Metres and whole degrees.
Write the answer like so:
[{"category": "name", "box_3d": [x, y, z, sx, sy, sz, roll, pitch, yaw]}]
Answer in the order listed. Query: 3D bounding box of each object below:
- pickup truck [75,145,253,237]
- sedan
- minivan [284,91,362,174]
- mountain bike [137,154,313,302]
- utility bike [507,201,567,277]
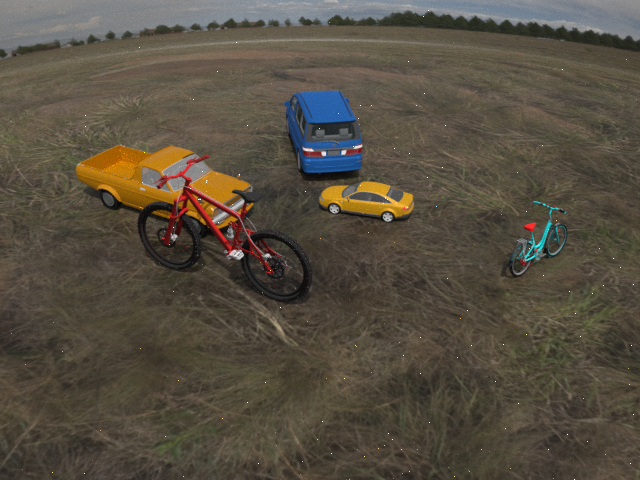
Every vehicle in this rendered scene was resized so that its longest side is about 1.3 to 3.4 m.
[{"category": "pickup truck", "box_3d": [-2.653, -1.009, 11.816, 3.117, 0.993, 1.244, 17, 35, 26]}, {"category": "sedan", "box_3d": [0.776, -0.707, 11.807, 1.613, 0.483, 0.635, 9, 32, 15]}, {"category": "minivan", "box_3d": [0.021, -2.302, 13.805, 1.324, 1.197, 3.011, -5, 31, -8]}, {"category": "mountain bike", "box_3d": [-1.383, -0.109, 9.610, 2.857, 1.688, 1.114, 14, 33, 23]}, {"category": "utility bike", "box_3d": [3.177, -0.046, 10.233, 1.435, 0.946, 0.535, -23, 37, -33]}]
